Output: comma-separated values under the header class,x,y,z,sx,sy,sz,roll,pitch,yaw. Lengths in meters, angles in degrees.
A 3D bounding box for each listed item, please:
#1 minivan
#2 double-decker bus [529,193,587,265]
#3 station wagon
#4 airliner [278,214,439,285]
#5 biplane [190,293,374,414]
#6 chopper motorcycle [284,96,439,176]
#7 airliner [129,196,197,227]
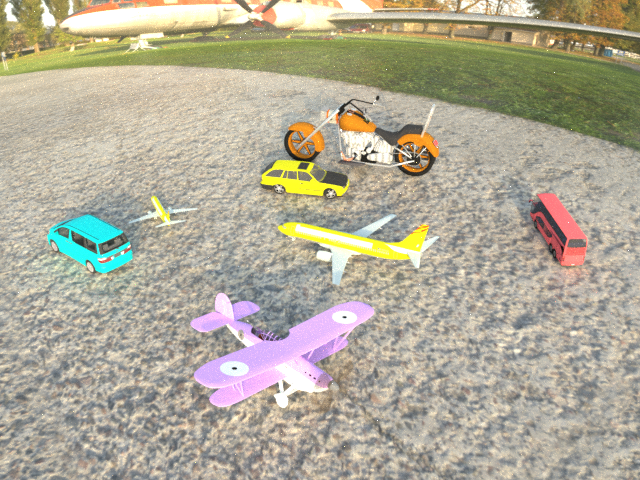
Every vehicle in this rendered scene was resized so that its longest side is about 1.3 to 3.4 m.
class,x,y,z,sx,sy,sz,roll,pitch,yaw
minivan,-3.566,-0.021,10.715,1.548,0.616,0.681,23,38,33
double-decker bus,3.752,-0.212,11.108,0.389,0.541,1.672,-1,31,-2
station wagon,-0.260,-1.134,12.718,1.597,0.473,0.682,7,31,11
airliner,0.460,-0.122,10.671,2.541,0.835,2.257,14,34,22
biplane,-0.533,1.250,8.230,2.120,0.981,2.598,26,40,37
chopper motorcycle,0.757,-2.023,13.224,3.040,1.480,0.906,11,32,17
airliner,-2.681,-0.561,11.801,1.161,0.429,1.307,-13,33,-21
